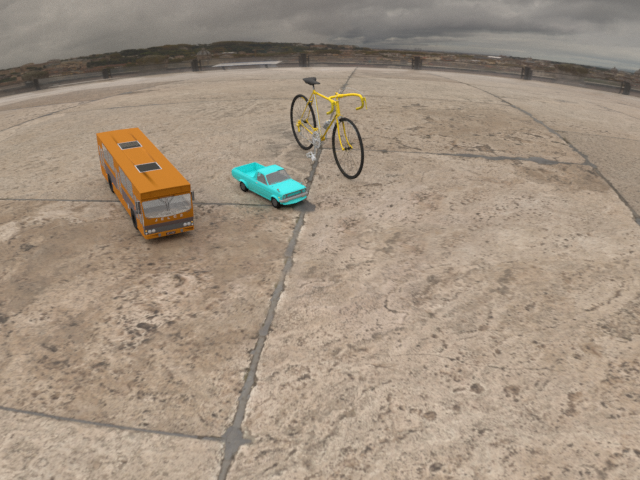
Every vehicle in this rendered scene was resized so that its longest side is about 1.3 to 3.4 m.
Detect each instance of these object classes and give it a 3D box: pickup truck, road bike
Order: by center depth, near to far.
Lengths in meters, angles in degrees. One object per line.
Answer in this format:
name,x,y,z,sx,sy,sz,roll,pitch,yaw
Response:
pickup truck,-0.925,-1.065,12.543,0.640,0.511,1.603,-21,33,-35
road bike,0.080,-2.299,13.715,0.696,1.656,3.004,-13,30,-25

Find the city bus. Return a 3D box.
city bus,-3.064,-1.022,12.032,0.926,0.894,3.255,-13,30,-24
